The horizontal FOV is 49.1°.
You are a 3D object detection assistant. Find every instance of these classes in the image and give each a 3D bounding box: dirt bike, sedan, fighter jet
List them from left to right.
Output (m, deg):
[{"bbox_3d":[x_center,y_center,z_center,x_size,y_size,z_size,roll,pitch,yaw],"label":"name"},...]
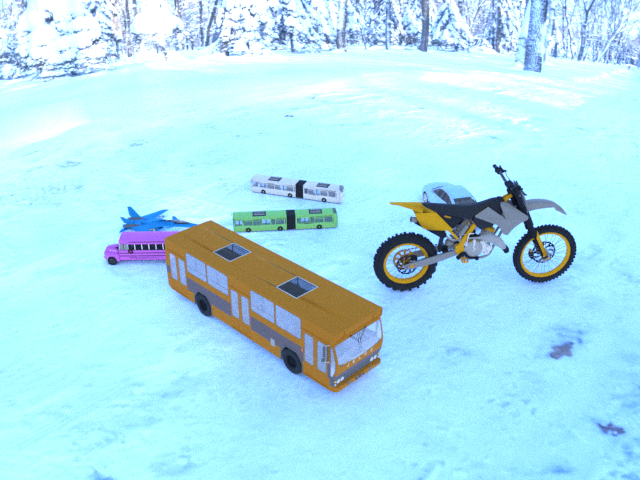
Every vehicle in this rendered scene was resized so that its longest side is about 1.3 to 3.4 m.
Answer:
[{"bbox_3d":[-2.586,-0.322,11.573,1.358,0.286,1.147,2,28,3],"label":"fighter jet"},{"bbox_3d":[2.282,-0.699,12.076,0.635,0.483,1.613,-8,29,-14],"label":"sedan"},{"bbox_3d":[2.181,-0.085,9.648,2.903,1.666,1.024,-3,28,-5],"label":"dirt bike"}]

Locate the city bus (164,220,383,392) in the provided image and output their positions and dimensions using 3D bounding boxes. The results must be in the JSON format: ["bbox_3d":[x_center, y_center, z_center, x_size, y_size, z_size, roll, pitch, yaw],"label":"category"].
[{"bbox_3d":[-0.696,0.757,8.882,3.255,0.894,0.926,25,37,39],"label":"city bus"}]

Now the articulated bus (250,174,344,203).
[{"bbox_3d":[-0.428,-0.939,12.739,1.749,0.289,0.311,9,29,16],"label":"articulated bus"}]

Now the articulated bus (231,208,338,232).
[{"bbox_3d":[-0.585,-0.335,11.595,1.749,0.289,0.311,-3,28,-5],"label":"articulated bus"}]

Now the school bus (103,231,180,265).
[{"bbox_3d":[-2.418,0.107,10.603,1.708,0.434,0.365,-1,28,-1],"label":"school bus"}]
